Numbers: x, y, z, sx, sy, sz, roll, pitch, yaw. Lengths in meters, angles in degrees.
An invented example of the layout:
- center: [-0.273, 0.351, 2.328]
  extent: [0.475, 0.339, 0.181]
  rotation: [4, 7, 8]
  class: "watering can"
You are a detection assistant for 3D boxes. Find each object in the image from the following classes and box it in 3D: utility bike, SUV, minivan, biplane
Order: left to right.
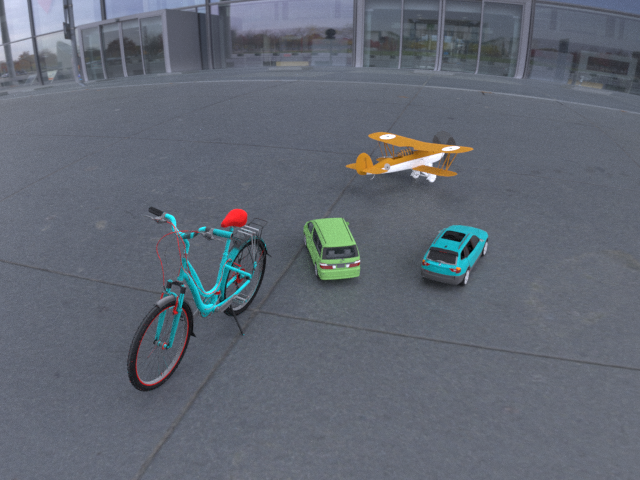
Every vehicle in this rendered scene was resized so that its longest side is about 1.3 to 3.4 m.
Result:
- center: [-1.207, 0.434, 7.945]
  extent: [1.039, 1.839, 2.791]
  rotation: [13, 29, 23]
  class: "utility bike"
- center: [0.147, 0.020, 10.125]
  extent: [0.681, 0.616, 1.548]
  rotation: [-5, 27, -9]
  class: "minivan"
- center: [1.487, -1.445, 12.624]
  extent: [2.120, 0.981, 2.598]
  rotation: [-17, 31, -30]
  class: "biplane"
- center: [1.939, 0.116, 9.974]
  extent: [0.656, 0.580, 1.572]
  rotation: [13, 30, 24]
  class: "SUV"
